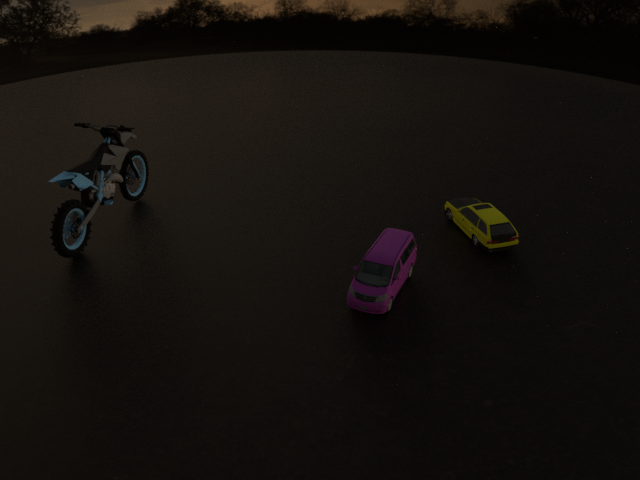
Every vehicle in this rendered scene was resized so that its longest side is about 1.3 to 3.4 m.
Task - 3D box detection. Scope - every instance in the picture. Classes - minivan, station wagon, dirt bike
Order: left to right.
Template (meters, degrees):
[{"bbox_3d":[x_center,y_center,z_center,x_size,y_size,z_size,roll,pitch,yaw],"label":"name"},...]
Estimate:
[{"bbox_3d":[-3.572,-0.984,11.420,1.024,1.666,2.903,8,31,13],"label":"dirt bike"},{"bbox_3d":[0.904,0.427,10.005,0.681,0.616,1.548,12,32,21],"label":"minivan"},{"bbox_3d":[2.629,-0.356,11.522,0.682,0.473,1.597,-9,31,-15],"label":"station wagon"}]
